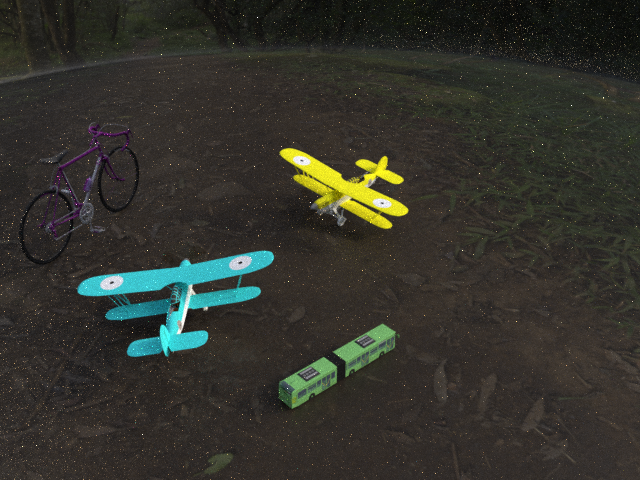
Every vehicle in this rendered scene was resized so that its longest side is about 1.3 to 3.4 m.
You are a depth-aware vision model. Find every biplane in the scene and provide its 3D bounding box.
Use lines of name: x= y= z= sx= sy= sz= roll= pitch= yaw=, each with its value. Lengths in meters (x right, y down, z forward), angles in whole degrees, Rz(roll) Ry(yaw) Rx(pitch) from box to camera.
biplane: x=-1.891 y=0.832 z=9.084 sx=2.598 sy=0.981 sz=2.120 roll=-1 pitch=30 yaw=-2
biplane: x=0.558 y=-0.874 z=12.034 sx=2.598 sy=0.981 sz=2.120 roll=23 pitch=37 yaw=34

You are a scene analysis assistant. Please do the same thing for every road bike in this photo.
road bike: x=-3.825 y=-0.842 z=11.304 sx=0.696 sy=1.656 sz=3.004 roll=11 pitch=32 yaw=18

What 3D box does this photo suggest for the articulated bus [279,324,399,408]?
articulated bus: x=0.253 y=1.520 z=8.585 sx=1.749 sy=0.289 sz=0.311 roll=-24 pitch=38 yaw=-35
